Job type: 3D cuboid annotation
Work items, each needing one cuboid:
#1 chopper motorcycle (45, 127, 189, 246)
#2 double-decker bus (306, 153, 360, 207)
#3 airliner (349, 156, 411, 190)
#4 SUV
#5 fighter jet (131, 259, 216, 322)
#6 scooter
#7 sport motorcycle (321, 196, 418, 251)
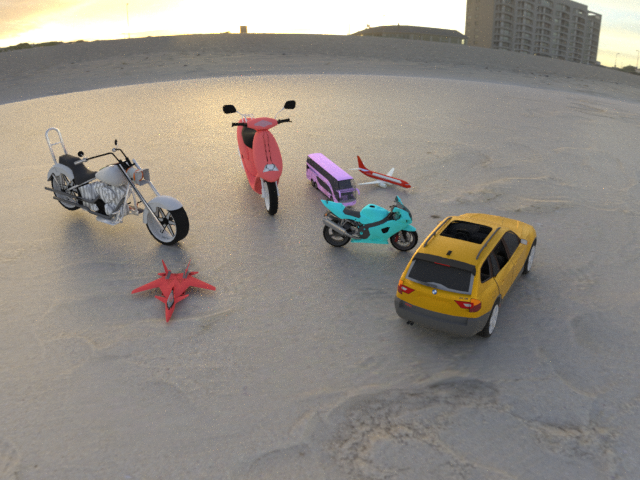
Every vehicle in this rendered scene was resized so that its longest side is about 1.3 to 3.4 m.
[{"bbox_3d":[-3.383,-0.898,11.420,3.040,1.480,0.906,16,30,29],"label":"chopper motorcycle"},{"bbox_3d":[0.198,-1.104,12.916,0.389,0.541,1.672,-10,28,-20],"label":"double-decker bus"},{"bbox_3d":[1.204,-1.283,13.412,1.307,0.429,1.161,20,32,35],"label":"airliner"},{"bbox_3d":[2.063,0.230,9.500,1.276,1.128,3.058,14,29,26],"label":"SUV"},{"bbox_3d":[-2.009,0.681,9.536,1.147,0.286,1.358,-2,26,-4],"label":"fighter jet"},{"bbox_3d":[-1.119,-1.696,12.710,1.288,1.786,2.721,-7,27,-14],"label":"scooter"},{"bbox_3d":[0.764,-0.240,10.818,1.520,0.821,0.506,4,26,8],"label":"sport motorcycle"}]
